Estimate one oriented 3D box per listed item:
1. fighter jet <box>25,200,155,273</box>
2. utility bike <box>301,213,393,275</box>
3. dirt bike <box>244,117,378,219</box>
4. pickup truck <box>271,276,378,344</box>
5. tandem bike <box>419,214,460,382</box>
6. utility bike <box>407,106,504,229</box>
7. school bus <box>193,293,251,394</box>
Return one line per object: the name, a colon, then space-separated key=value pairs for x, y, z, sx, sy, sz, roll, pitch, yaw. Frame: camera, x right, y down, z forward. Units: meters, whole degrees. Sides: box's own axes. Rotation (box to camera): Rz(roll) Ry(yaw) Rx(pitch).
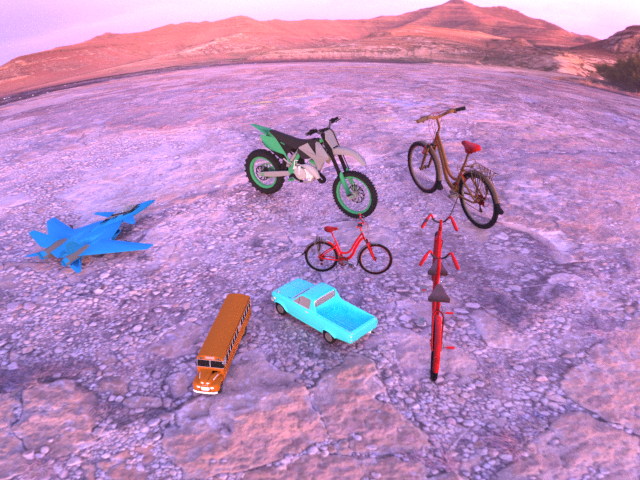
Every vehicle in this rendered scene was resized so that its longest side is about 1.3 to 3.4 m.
fighter jet: x=-3.693 y=-0.335 z=12.059 sx=2.229 sy=0.557 sz=2.640 roll=14 pitch=32 yaw=23
utility bike: x=0.423 y=0.070 z=10.925 sx=1.435 sy=0.946 sz=0.535 roll=3 pitch=29 yaw=5
dirt bike: x=-0.215 y=-1.392 z=12.824 sx=2.903 sy=1.666 sz=1.024 roll=17 pitch=33 yaw=28
pickup truck: x=0.038 y=0.941 z=9.800 sx=1.603 sy=0.511 sz=0.640 roll=25 pitch=38 yaw=38
tandem bike: x=1.605 y=0.591 z=9.591 sx=0.550 sy=1.326 sz=3.192 roll=4 pitch=29 yaw=7
utility bike: x=2.306 y=-1.341 z=12.555 sx=1.039 sy=1.839 sz=2.791 roll=-14 pitch=32 yaw=-24
school bus: x=-1.267 y=1.336 z=9.165 sx=0.365 sy=0.434 sz=1.708 roll=4 pitch=29 yaw=8
